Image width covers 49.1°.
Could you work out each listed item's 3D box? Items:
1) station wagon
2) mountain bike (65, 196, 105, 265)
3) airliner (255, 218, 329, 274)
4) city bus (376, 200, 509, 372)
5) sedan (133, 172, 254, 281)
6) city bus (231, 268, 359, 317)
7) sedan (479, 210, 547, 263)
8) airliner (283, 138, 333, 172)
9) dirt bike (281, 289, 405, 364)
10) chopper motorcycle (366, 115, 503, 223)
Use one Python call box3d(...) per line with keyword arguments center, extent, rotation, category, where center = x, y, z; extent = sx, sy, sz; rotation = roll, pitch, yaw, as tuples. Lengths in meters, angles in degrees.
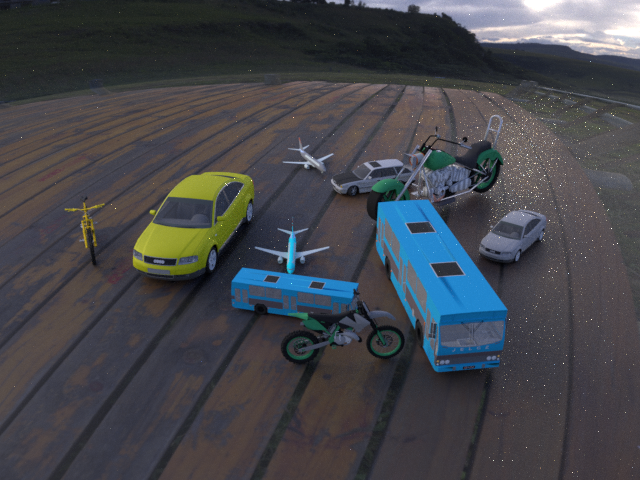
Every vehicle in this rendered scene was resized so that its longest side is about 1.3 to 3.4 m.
box3d(center=(1.007, -1.223, 13.378), extent=(1.597, 0.473, 0.682), rotation=(-9, 28, -17), category="station wagon")
box3d(center=(-3.620, -0.224, 10.916), extent=(0.573, 0.868, 1.469), rotation=(-9, 28, -18), category="mountain bike")
box3d(center=(-0.435, 0.095, 10.765), extent=(1.161, 0.429, 1.307), rotation=(0, 26, 0), category="airliner")
box3d(center=(1.492, 0.501, 9.422), extent=(0.926, 0.894, 3.255), rotation=(-4, 27, -7), category="city bus")
box3d(center=(-1.948, -0.395, 11.179), extent=(1.235, 0.940, 3.137), rotation=(6, 27, 11), category="sedan")
box3d(center=(-0.333, 0.765, 9.378), extent=(1.674, 0.460, 0.476), rotation=(7, 27, 14), category="city bus")
box3d(center=(3.086, -0.122, 11.142), extent=(0.635, 0.483, 1.613), rotation=(19, 32, 33), category="sedan")
box3d(center=(-0.175, -1.743, 14.477), extent=(1.161, 0.429, 1.307), rotation=(-12, 29, -23), category="airliner")
box3d(center=(0.277, 1.077, 8.299), extent=(1.493, 0.857, 0.527), rotation=(-2, 26, -4), category="dirt bike")
box3d(center=(2.092, -1.252, 12.302), extent=(3.040, 1.480, 0.906), rotation=(-17, 31, -31), category="chopper motorcycle")
